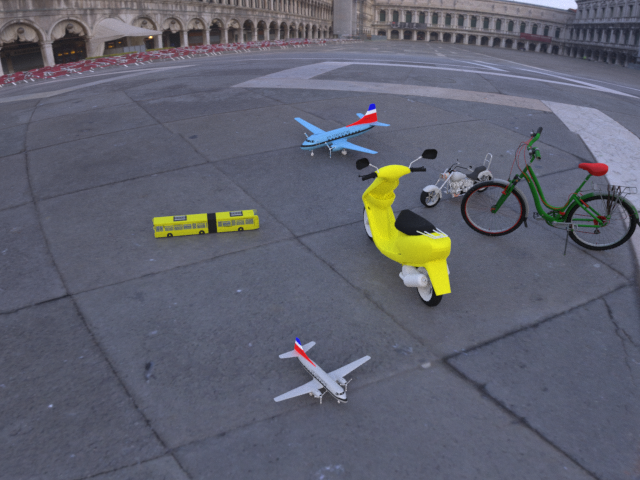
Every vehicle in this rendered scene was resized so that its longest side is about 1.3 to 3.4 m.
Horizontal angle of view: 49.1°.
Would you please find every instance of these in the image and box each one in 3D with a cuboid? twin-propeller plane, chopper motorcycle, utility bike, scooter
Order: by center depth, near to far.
[{"bbox_3d":[-0.007,1.557,8.307,1.370,0.407,1.095,-19,34,-30],"label":"twin-propeller plane"},{"bbox_3d":[1.211,-0.315,10.237,1.288,1.786,2.721,-10,31,-17],"label":"scooter"},{"bbox_3d":[3.611,-0.675,10.826,2.791,1.839,1.039,8,30,14],"label":"utility bike"},{"bbox_3d":[2.489,-1.080,12.651,1.563,0.761,0.466,-15,33,-25],"label":"chopper motorcycle"},{"bbox_3d":[0.436,-2.335,14.861,2.129,0.792,2.663,-21,36,-33],"label":"twin-propeller plane"}]

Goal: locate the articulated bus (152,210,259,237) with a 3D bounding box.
[{"bbox_3d":[-1.905,-0.278,11.703,1.749,0.289,0.311,-5,30,-9],"label":"articulated bus"}]
